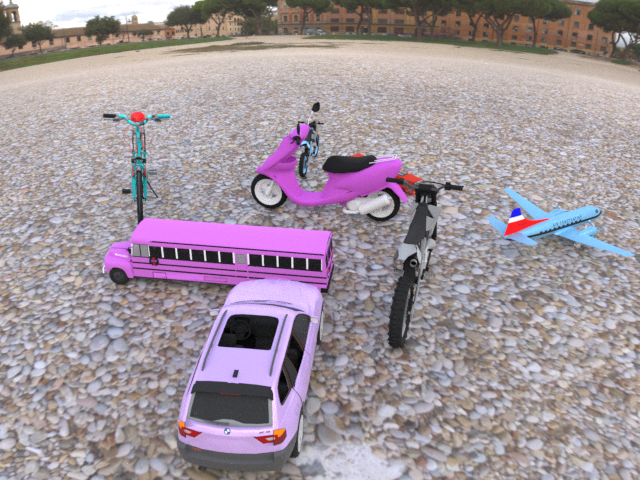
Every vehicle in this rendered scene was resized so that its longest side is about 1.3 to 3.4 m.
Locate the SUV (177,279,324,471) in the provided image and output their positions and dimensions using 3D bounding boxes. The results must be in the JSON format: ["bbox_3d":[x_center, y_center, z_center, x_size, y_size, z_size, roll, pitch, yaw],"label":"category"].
[{"bbox_3d":[-0.687,1.243,7.863,1.276,1.128,3.058,3,29,6],"label":"SUV"}]

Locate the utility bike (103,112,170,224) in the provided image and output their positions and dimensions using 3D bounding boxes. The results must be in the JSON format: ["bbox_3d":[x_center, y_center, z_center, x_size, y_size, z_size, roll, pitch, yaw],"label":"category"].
[{"bbox_3d":[-3.002,-1.407,11.896,1.039,1.839,2.791,-6,30,-11],"label":"utility bike"}]

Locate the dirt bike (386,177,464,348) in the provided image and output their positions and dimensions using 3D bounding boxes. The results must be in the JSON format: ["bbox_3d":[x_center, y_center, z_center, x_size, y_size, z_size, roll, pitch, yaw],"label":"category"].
[{"bbox_3d":[1.287,0.096,9.371,1.024,1.666,2.903,8,30,15],"label":"dirt bike"}]

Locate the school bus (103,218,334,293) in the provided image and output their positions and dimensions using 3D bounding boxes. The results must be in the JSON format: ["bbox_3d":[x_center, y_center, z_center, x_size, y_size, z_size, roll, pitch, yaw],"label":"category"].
[{"bbox_3d":[-1.483,0.227,9.982,3.322,0.844,0.709,4,29,8],"label":"school bus"}]

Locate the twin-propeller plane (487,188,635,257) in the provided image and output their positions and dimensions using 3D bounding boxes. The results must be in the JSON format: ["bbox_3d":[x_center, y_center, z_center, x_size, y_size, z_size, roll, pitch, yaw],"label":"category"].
[{"bbox_3d":[3.720,-0.339,11.053,2.129,0.792,2.663,-15,32,-25],"label":"twin-propeller plane"}]

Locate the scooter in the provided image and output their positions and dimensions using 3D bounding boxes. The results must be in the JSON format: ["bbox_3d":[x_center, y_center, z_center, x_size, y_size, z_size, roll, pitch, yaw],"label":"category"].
[{"bbox_3d":[0.117,-1.225,11.623,2.721,1.786,1.288,7,30,12],"label":"scooter"}]

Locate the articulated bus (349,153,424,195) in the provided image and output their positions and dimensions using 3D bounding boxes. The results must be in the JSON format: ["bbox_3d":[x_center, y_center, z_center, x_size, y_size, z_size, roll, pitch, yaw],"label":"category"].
[{"bbox_3d":[1.214,-1.263,13.230,0.311,0.289,1.749,-23,37,-35],"label":"articulated bus"}]

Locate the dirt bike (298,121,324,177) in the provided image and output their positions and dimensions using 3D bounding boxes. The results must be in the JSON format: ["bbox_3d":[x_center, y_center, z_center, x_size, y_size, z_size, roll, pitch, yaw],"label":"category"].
[{"bbox_3d":[-0.213,-1.852,13.705,0.527,0.857,1.493,6,30,11],"label":"dirt bike"}]
